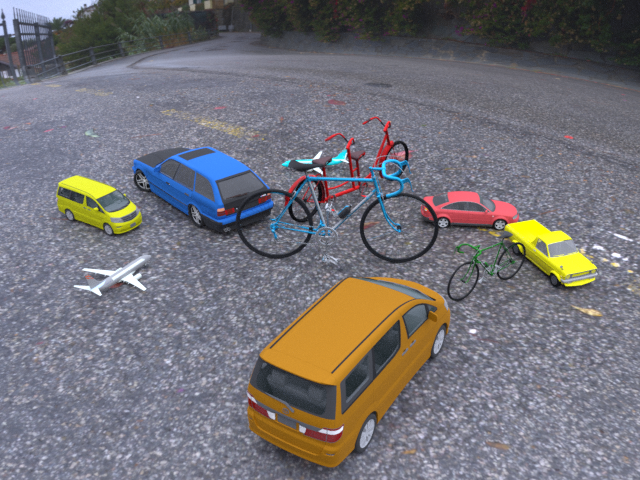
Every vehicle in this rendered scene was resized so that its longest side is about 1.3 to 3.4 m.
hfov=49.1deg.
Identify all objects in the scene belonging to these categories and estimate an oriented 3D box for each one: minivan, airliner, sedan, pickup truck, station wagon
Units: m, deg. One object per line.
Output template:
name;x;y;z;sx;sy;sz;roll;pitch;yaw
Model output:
minivan;0.461;1.155;7.864;1.324;1.197;3.011;17;33;28
airliner;-0.095;-1.590;13.634;1.307;0.429;1.161;-2;29;-3
sedan;2.494;-0.524;11.647;1.613;0.483;0.635;2;29;4
pickup truck;3.413;0.128;10.436;0.640;0.511;1.603;-10;30;-17
station wagon;-2.153;-1.112;12.259;1.327;0.920;3.105;-23;36;-35
airliner;-2.861;0.411;10.007;1.161;0.429;1.307;15;32;24
minivan;-3.675;-0.589;11.627;1.548;0.616;0.681;17;33;29

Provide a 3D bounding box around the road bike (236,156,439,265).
road bike;0.242;-0.416;10.237;3.004;1.656;0.697;2;29;3

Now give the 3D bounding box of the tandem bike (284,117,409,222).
tandem bike;0.553;-1.292;12.167;0.550;1.326;3.192;25;38;38

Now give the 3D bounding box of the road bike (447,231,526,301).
road bike;2.348;0.324;9.728;1.545;0.852;0.358;-18;34;-30
